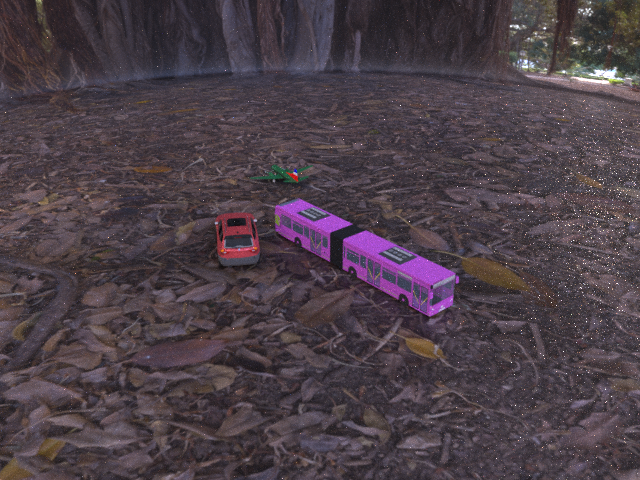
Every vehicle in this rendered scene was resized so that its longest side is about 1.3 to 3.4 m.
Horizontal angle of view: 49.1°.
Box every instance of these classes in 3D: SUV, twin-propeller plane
[{"bbox_3d":[-1.281,-0.104,10.802,0.656,0.580,1.572,-4,27,-8],"label":"SUV"},{"bbox_3d":[-0.684,-1.307,13.417,1.370,0.407,1.095,-15,30,-27],"label":"twin-propeller plane"}]

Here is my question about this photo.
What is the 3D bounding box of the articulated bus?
[{"bbox_3d":[0.540,0.167,10.279,0.605,0.561,3.401,-21,33,-35],"label":"articulated bus"}]
